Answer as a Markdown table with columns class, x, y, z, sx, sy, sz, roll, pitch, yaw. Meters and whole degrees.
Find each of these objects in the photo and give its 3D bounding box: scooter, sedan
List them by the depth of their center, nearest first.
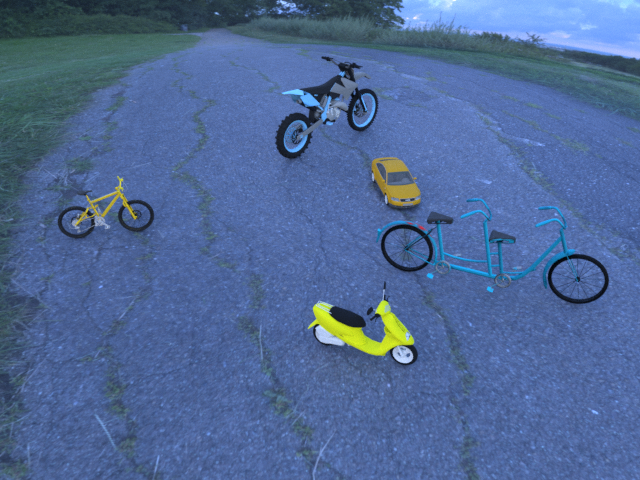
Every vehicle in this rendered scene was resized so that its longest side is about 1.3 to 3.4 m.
| class | x | y | z | sx | sy | sz | roll | pitch | yaw |
| --- | --- | --- | --- | --- | --- | --- | --- | --- | --- |
| scooter | 0.514 | 1.005 | 8.413 | 1.399 | 0.919 | 0.662 | 11 | 32 | 19 |
| sedan | 1.340 | -1.077 | 12.406 | 0.635 | 0.483 | 1.613 | -5 | 31 | -9 |

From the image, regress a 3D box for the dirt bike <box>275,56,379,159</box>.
| class | x | y | z | sx | sy | sz | roll | pitch | yaw |
| --- | --- | --- | --- | --- | --- | --- | --- | --- | --- |
| dirt bike | 0.195 | -2.717 | 14.039 | 1.024 | 1.666 | 2.903 | 27 | 40 | 38 |

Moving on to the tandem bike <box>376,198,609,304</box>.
| class | x | y | z | sx | sy | sz | roll | pitch | yaw |
| --- | --- | --- | --- | --- | --- | --- | --- | --- | --- |
| tandem bike | 2.314 | 0.080 | 9.593 | 3.192 | 1.326 | 0.550 | 11 | 32 | 18 |

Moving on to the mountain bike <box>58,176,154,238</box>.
| class | x | y | z | sx | sy | sz | roll | pitch | yaw |
| --- | --- | --- | --- | --- | --- | --- | --- | --- | --- |
| mountain bike | -3.368 | -0.464 | 10.976 | 1.469 | 0.868 | 0.573 | -7 | 31 | -12 |
